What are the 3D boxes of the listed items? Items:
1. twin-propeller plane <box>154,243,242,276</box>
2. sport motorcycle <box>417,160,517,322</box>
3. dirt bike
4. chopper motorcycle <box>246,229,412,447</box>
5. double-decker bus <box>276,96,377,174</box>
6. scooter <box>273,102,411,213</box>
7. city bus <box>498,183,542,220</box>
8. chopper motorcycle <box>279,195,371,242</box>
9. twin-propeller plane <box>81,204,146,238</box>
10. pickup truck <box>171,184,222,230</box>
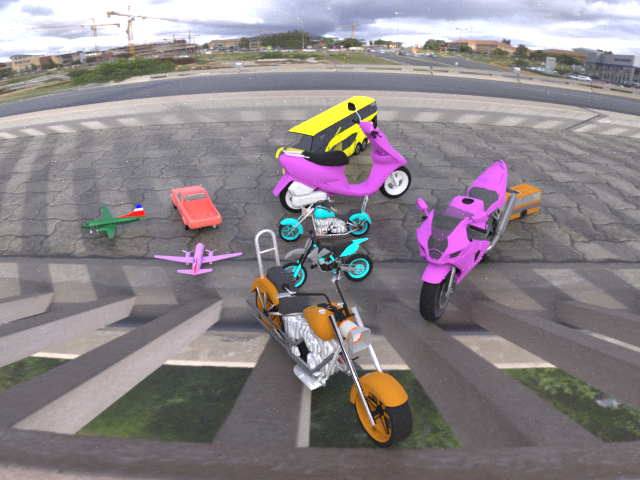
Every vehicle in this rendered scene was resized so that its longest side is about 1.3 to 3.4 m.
[{"bbox_3d":[-1.904,0.251,10.901,1.370,0.407,1.095,-2,27,-3],"label":"twin-propeller plane"},{"bbox_3d":[2.116,-0.050,10.184,0.983,1.596,2.955,15,31,26],"label":"sport motorcycle"},{"bbox_3d":[0.083,0.308,10.296,1.493,0.857,0.527,-7,28,-14],"label":"dirt bike"},{"bbox_3d":[0.028,1.050,8.157,0.906,1.480,3.040,-17,31,-29],"label":"chopper motorcycle"},{"bbox_3d":[0.252,-2.182,14.959,0.756,1.052,3.251,15,30,26],"label":"double-decker bus"},{"bbox_3d":[0.456,-1.451,12.720,2.721,1.786,1.288,-9,28,-17],"label":"scooter"},{"bbox_3d":[3.191,-0.567,12.446,1.674,0.460,0.476,-16,31,-29],"label":"city bus"},{"bbox_3d":[0.085,-0.359,11.707,1.563,0.761,0.466,-3,27,-6],"label":"chopper motorcycle"},{"bbox_3d":[-3.577,-0.365,12.109,1.095,0.407,1.370,-9,29,-18],"label":"twin-propeller plane"},{"bbox_3d":[-2.229,-0.628,12.511,0.640,0.511,1.603,-11,29,-20],"label":"pickup truck"}]
